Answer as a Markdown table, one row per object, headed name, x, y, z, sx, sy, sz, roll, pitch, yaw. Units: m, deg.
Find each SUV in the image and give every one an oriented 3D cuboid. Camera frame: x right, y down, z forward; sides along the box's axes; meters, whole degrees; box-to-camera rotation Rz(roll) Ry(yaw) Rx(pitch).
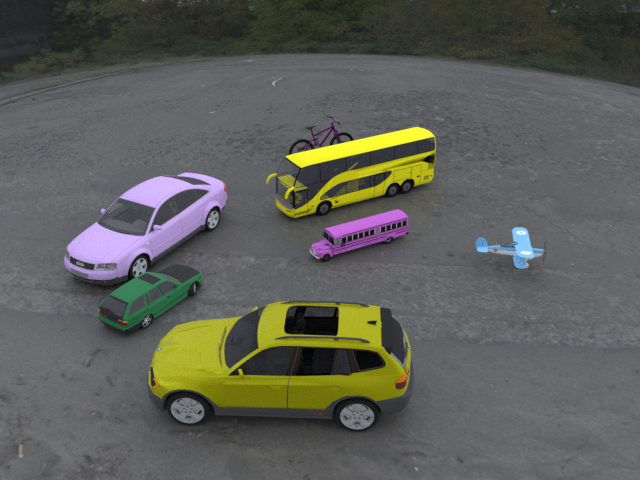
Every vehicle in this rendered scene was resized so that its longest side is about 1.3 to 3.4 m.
| name | x | y | z | sx | sy | sz | roll | pitch | yaw |
| --- | --- | --- | --- | --- | --- | --- | --- | --- | --- |
| SUV | -0.447 | 1.345 | 8.078 | 3.058 | 1.128 | 1.276 | 1 | 30 | 3 |

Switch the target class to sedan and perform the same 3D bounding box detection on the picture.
| name | x | y | z | sx | sy | sz | roll | pitch | yaw |
| --- | --- | --- | --- | --- | --- | --- | --- | --- | --- |
| sedan | -2.731 | -0.343 | 11.255 | 1.235 | 0.940 | 3.137 | 15 | 33 | 25 |

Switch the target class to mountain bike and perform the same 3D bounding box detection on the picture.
| name | x | y | z | sx | sy | sz | roll | pitch | yaw |
| --- | --- | --- | --- | --- | --- | --- | --- | --- | --- |
| mountain bike | 0.040 | -2.001 | 14.259 | 1.469 | 0.868 | 0.573 | -13 | 32 | -22 |

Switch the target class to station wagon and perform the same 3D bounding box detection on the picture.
| name | x | y | z | sx | sy | sz | roll | pitch | yaw |
| --- | --- | --- | --- | --- | --- | --- | --- | --- | --- |
| station wagon | -2.345 | 0.723 | 9.844 | 0.682 | 0.473 | 1.597 | 18 | 34 | 29 |

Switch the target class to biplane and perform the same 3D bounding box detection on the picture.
| name | x | y | z | sx | sy | sz | roll | pitch | yaw |
| --- | --- | --- | --- | --- | --- | --- | --- | --- | --- |
| biplane | 2.956 | 0.141 | 10.841 | 1.090 | 0.504 | 1.336 | 5 | 30 | 9 |

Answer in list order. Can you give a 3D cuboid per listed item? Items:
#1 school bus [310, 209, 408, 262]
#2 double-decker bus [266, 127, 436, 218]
| name | x | y | z | sx | sy | sz | roll | pitch | yaw |
| --- | --- | --- | --- | --- | --- | --- | --- | --- | --- |
| school bus | 0.638 | -0.083 | 11.308 | 1.708 | 0.434 | 0.365 | -15 | 33 | -25 |
| double-decker bus | 0.646 | -1.234 | 12.717 | 3.251 | 1.052 | 0.756 | -16 | 33 | -26 |
